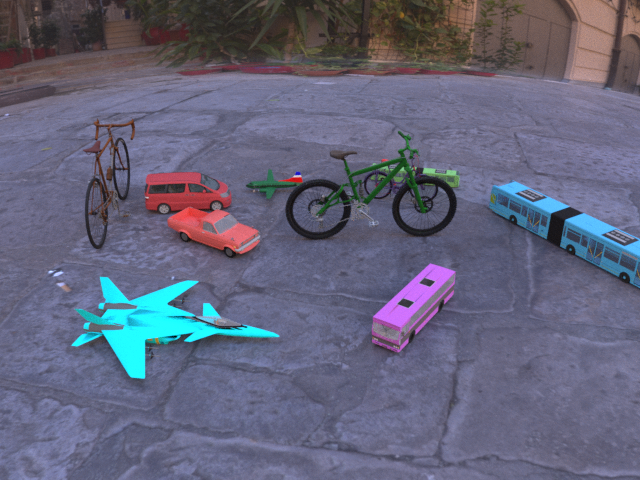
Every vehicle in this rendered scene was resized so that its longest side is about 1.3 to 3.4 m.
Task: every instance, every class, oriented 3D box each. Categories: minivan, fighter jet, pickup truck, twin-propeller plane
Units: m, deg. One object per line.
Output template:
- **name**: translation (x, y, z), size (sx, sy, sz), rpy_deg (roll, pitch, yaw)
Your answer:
- **minivan**: translation (-2.403, -0.889, 12.763), size (1.548, 0.616, 0.681), rpy_deg (-3, 29, -6)
- **fighter jet**: translation (-1.841, 1.028, 9.318), size (2.640, 0.557, 2.229), rpy_deg (4, 29, 7)
- **pickup truck**: translation (-1.775, -0.206, 11.623), size (1.603, 0.511, 0.640), rpy_deg (17, 33, 29)
- **twin-propeller plane**: translation (-0.875, -1.111, 13.386), size (1.095, 0.407, 1.370), rpy_deg (-1, 29, -2)

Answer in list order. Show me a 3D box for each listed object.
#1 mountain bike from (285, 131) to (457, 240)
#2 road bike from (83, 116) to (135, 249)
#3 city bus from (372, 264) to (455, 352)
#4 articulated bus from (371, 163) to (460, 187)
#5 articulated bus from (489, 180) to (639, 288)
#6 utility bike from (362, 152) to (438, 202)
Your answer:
- **mountain bike**: translation (0.856, -0.786, 11.456), size (2.857, 1.688, 1.114), rpy_deg (-2, 29, -3)
- **road bike**: translation (-3.648, -1.090, 12.047), size (0.696, 1.656, 3.004), rpy_deg (-1, 29, -2)
- **city bus**: translation (1.310, 0.917, 9.621), size (0.476, 0.460, 1.674), rpy_deg (18, 34, 30)
- **articulated bus**: translation (1.861, -1.276, 13.811), size (1.749, 0.289, 0.311), rpy_deg (7, 29, 12)
- **articulated bus**: translation (4.162, -0.141, 11.451), size (0.605, 0.561, 3.401), rpy_deg (-17, 33, -28)
- **utility bike**: translation (1.486, -1.192, 12.972), size (1.435, 0.946, 0.535), rpy_deg (5, 29, 10)
